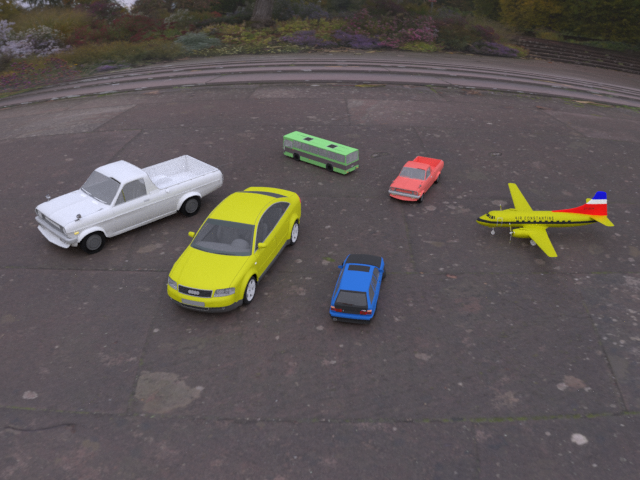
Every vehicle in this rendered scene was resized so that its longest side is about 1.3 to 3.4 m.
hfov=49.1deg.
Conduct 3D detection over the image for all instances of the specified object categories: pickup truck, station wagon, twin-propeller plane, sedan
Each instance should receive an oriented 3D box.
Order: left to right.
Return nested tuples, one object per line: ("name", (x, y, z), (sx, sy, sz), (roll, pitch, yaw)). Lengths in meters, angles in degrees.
("pickup truck", (-3.170, -0.787, 11.861), (1.244, 0.993, 3.117), (26, 38, 38))
("sedan", (-1.217, -0.036, 10.538), (1.235, 0.940, 3.137), (9, 30, 15))
("station wagon", (0.552, 0.579, 9.896), (0.682, 0.473, 1.597), (5, 29, 10))
("pickup truck", (1.828, -1.209, 13.140), (0.640, 0.511, 1.603), (13, 31, 22))
("twin-propeller plane", (3.628, -0.436, 11.427), (2.129, 0.792, 2.663), (0, 29, 0))

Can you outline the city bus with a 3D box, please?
("city bus", (0.000, -1.761, 14.206), (1.674, 0.460, 0.476), (22, 36, 35))
